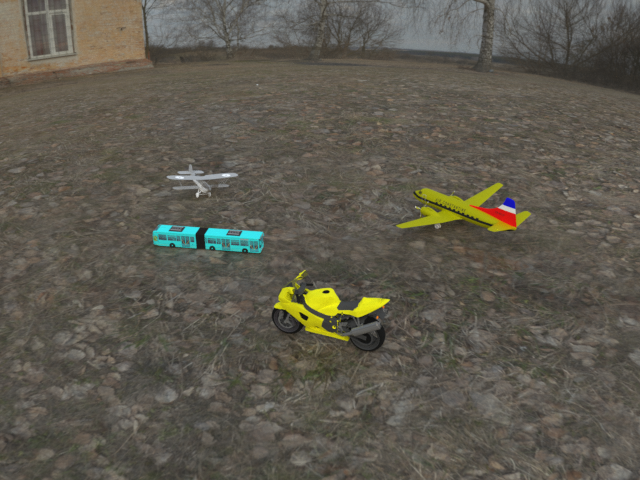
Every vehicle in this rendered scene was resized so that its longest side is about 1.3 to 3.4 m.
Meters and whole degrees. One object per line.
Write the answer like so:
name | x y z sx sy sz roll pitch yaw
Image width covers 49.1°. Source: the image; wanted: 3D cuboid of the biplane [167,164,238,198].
biplane | -2.190 -1.092 12.827 1.336 0.504 1.090 -15 31 -27

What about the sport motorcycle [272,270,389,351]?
sport motorcycle | 0.104 0.903 8.594 1.520 0.821 0.506 10 29 18

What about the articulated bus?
articulated bus | -1.740 -0.018 10.970 1.749 0.289 0.311 4 27 8

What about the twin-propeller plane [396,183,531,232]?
twin-propeller plane | 2.343 -0.589 11.531 2.663 0.792 2.129 -22 34 -36
